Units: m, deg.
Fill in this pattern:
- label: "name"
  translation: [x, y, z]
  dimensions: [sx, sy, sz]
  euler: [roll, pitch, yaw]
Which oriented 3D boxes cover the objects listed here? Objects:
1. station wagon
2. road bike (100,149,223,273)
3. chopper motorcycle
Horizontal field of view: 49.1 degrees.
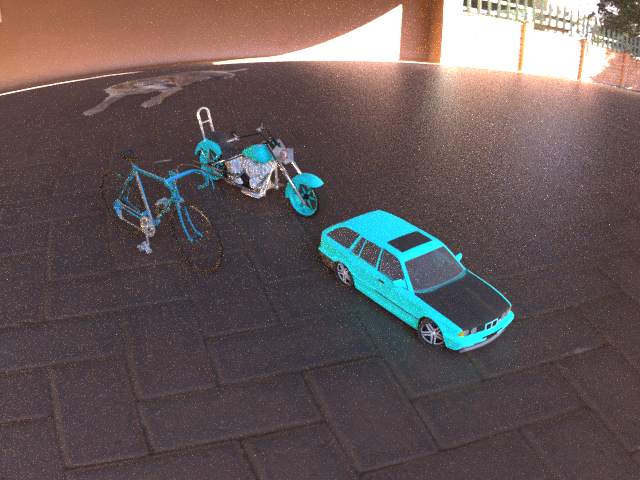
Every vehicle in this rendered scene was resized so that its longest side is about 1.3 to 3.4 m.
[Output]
- label: "station wagon"
  translation: [1.292, 0.435, 9.930]
  dimensions: [1.327, 0.920, 3.105]
  euler: [-20, 35, -31]
- label: "road bike"
  translation: [-2.570, -0.537, 10.917]
  dimensions: [3.004, 1.656, 0.697]
  euler: [22, 36, 34]
- label: "chopper motorcycle"
  translation: [-1.136, -1.425, 12.691]
  dimensions: [3.040, 1.480, 0.906]
  euler: [21, 35, 32]
